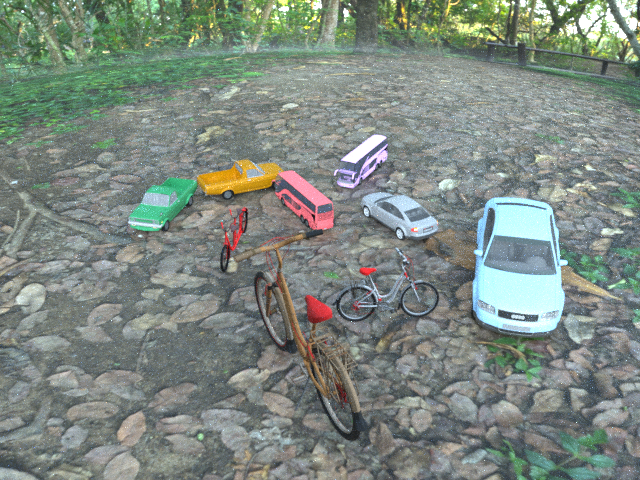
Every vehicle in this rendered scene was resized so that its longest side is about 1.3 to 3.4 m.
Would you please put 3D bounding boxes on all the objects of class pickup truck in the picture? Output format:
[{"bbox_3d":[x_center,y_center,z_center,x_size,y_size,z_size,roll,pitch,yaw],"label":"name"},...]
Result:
[{"bbox_3d":[-1.421,-1.152,12.785,1.603,0.511,0.640,-13,32,-22],"label":"pickup truck"},{"bbox_3d":[-2.650,-0.670,11.922,0.640,0.511,1.603,7,30,13],"label":"pickup truck"}]

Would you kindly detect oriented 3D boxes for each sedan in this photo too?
[{"bbox_3d":[2.812,0.196,9.929,1.235,0.940,3.137,7,30,12],"label":"sedan"},{"bbox_3d":[1.286,-0.480,11.609,0.635,0.483,1.613,-17,33,-28],"label":"sedan"}]

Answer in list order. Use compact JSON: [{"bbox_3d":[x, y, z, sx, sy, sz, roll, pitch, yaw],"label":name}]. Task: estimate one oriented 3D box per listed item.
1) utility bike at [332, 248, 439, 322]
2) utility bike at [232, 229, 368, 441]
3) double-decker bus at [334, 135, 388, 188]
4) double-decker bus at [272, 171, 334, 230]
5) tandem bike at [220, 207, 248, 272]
[{"bbox_3d":[0.864,0.610,9.181,1.435,0.946,0.535,-3,29,-6],"label":"utility bike"},{"bbox_3d":[-0.284,0.937,7.679,1.039,1.839,2.791,-14,32,-23],"label":"utility bike"},{"bbox_3d":[0.819,-1.496,13.370,0.389,0.541,1.672,14,32,24],"label":"double-decker bus"},{"bbox_3d":[-0.302,-0.699,11.941,0.389,0.541,1.672,-15,32,-24],"label":"double-decker bus"},{"bbox_3d":[-1.316,-0.146,10.807,0.283,0.682,1.642,4,29,7],"label":"tandem bike"}]
